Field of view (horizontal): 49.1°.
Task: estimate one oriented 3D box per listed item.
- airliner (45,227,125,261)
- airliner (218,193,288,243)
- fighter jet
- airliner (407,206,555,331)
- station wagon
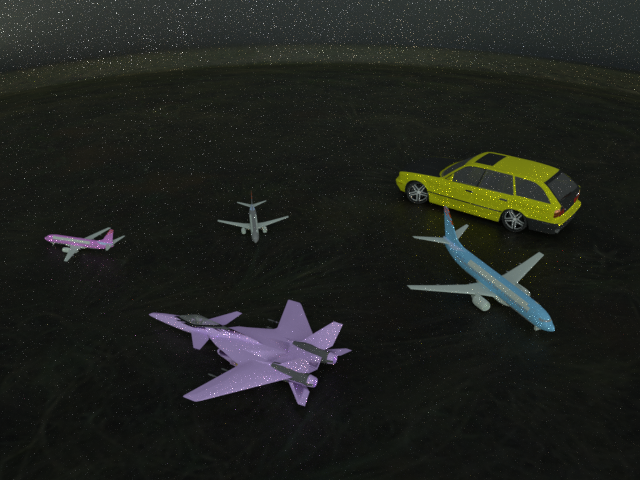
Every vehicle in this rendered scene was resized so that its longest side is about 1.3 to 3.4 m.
[{"bbox_3d":[-3.700,-0.049,10.760,1.307,0.429,1.161,8,28,16],"label":"airliner"},{"bbox_3d":[-1.082,-0.371,11.383,1.161,0.429,1.307,-4,28,-7],"label":"airliner"},{"bbox_3d":[-1.048,1.094,8.411,2.640,0.557,2.229,14,31,25],"label":"fighter jet"},{"bbox_3d":[2.338,0.371,9.507,2.257,0.835,2.541,-12,30,-22],"label":"airliner"},{"bbox_3d":[2.824,-0.985,12.035,3.105,0.920,1.327,19,33,33],"label":"station wagon"}]
